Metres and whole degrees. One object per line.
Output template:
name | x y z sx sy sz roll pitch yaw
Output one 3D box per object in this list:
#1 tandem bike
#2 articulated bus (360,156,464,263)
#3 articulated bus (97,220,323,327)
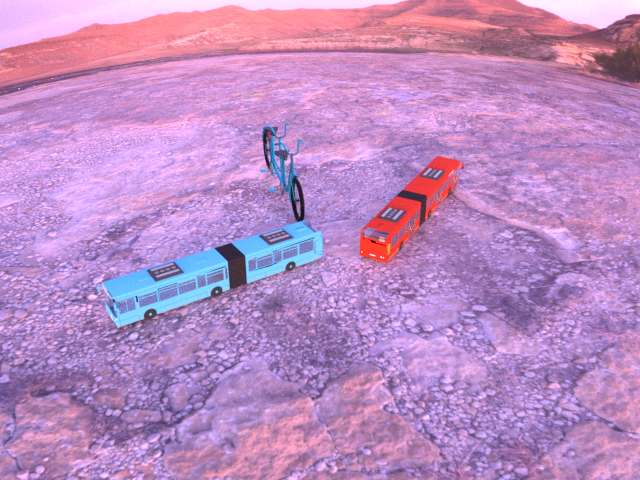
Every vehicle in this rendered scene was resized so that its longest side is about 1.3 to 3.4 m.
tandem bike | -0.716 -1.495 12.947 0.550 1.326 3.192 -8 31 -14
articulated bus | 1.651 -0.617 12.191 0.605 0.561 3.401 15 33 25
articulated bus | -1.501 0.442 10.355 3.401 0.561 0.605 -18 35 -28
